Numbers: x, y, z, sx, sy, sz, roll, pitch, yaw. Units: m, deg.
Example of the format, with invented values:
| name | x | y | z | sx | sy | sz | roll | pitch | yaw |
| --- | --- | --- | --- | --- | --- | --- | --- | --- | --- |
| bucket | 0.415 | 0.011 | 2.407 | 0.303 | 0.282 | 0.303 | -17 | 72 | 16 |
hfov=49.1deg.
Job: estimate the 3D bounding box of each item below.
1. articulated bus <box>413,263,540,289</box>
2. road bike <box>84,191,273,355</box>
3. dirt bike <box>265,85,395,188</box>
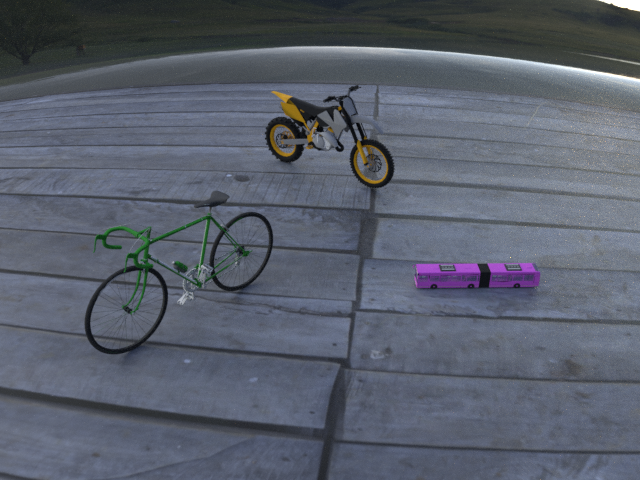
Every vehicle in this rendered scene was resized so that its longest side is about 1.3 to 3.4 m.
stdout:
| name | x | y | z | sx | sy | sz | roll | pitch | yaw |
| --- | --- | --- | --- | --- | --- | --- | --- | --- | --- |
| articulated bus | 2.204 | 0.502 | 9.899 | 1.749 | 0.289 | 0.311 | 0 | 30 | -1 |
| road bike | -1.687 | 0.290 | 8.897 | 0.697 | 1.656 | 3.004 | 24 | 38 | 36 |
| dirt bike | 0.128 | -1.973 | 12.819 | 2.903 | 1.666 | 1.024 | 20 | 36 | 31 |
